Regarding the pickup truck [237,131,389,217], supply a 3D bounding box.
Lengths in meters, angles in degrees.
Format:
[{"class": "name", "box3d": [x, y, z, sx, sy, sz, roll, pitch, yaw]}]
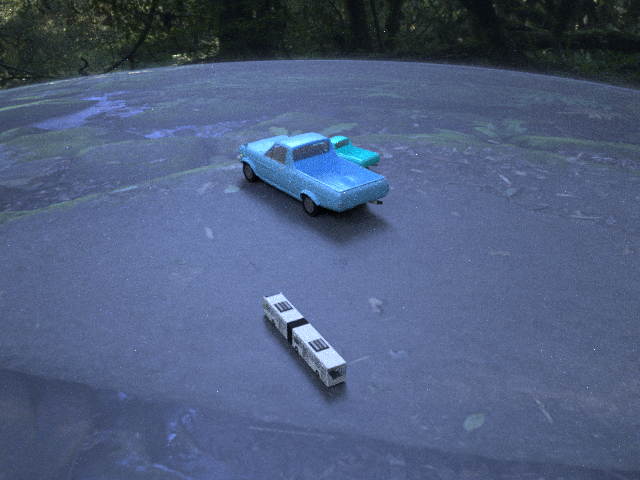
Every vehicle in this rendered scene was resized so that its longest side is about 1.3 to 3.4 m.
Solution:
[{"class": "pickup truck", "box3d": [-0.205, -1.291, 12.380, 1.244, 0.993, 3.117, -20, 34, -33]}]

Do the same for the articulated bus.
[{"class": "articulated bus", "box3d": [-0.217, 1.162, 8.463, 0.311, 0.289, 1.749, -14, 31, -25]}]

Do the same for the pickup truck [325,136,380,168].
[{"class": "pickup truck", "box3d": [0.391, -1.731, 13.737, 1.603, 0.511, 0.640, 22, 35, 36]}]
